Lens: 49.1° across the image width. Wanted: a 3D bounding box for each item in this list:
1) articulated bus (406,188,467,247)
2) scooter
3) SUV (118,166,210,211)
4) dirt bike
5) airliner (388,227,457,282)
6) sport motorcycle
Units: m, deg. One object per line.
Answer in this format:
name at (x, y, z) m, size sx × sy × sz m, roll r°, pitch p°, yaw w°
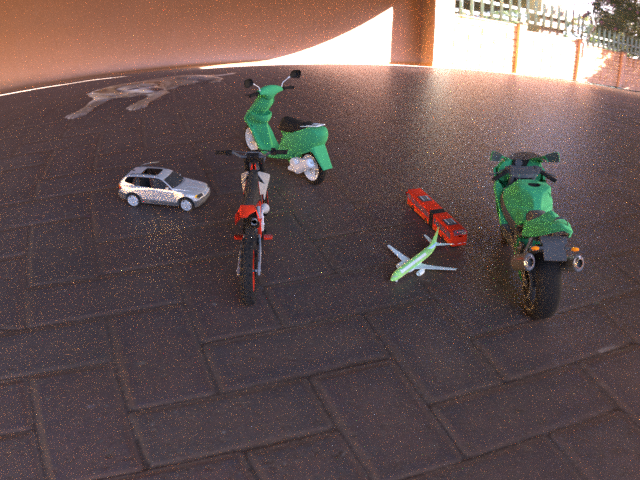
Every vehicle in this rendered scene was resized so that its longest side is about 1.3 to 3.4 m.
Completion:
articulated bus at (1.882, -0.394, 11.447) m, size 0.311 × 0.289 × 1.749 m, roll -8°, pitch 29°, yaw -15°
scooter at (-0.688, -2.179, 13.234) m, size 1.288 × 1.786 × 2.721 m, roll -20°, pitch 34°, yaw -33°
SUV at (-2.703, -0.919, 12.131) m, size 1.572 × 0.580 × 0.656 m, roll 5°, pitch 28°, yaw 10°
dirt bike at (-0.963, -0.393, 9.962) m, size 1.024 × 1.666 × 2.903 m, roll 0°, pitch 28°, yaw 0°
airliner at (1.392, 0.218, 10.130) m, size 1.161 × 0.429 × 1.307 m, roll 20°, pitch 34°, yaw 33°
sport motorcycle at (2.885, -0.197, 9.664) m, size 0.983 × 1.596 × 2.955 m, roll 1°, pitch 28°, yaw 3°
